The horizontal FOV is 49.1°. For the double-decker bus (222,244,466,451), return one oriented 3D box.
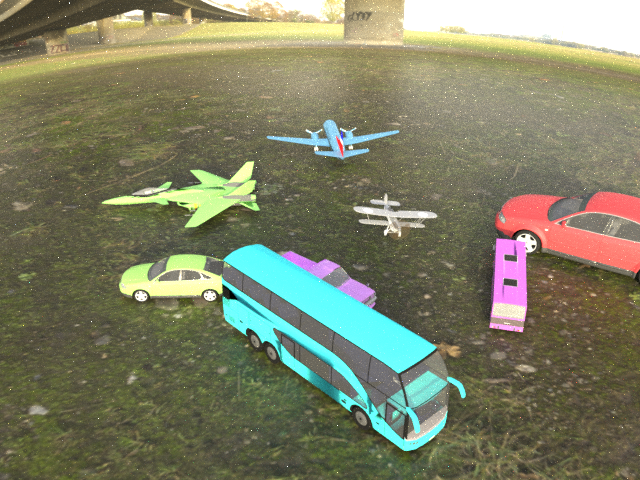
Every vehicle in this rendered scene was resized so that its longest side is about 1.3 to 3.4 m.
[{"bbox_3d":[0.088,1.119,7.865,0.756,1.052,3.251,-25,38,-36],"label":"double-decker bus"}]

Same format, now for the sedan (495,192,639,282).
[{"bbox_3d":[4.148,-0.171,10.265,3.137,0.940,1.235,18,34,29],"label":"sedan"}]

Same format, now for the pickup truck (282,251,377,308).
[{"bbox_3d":[-0.022,0.559,9.407,1.603,0.511,0.640,23,37,35],"label":"pickup truck"}]

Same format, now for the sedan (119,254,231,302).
[{"bbox_3d":[-1.930,0.486,9.565,1.613,0.483,0.635,-1,29,-1],"label":"sedan"}]

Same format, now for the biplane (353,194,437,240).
[{"bbox_3d":[1.153,-0.388,11.092,1.336,0.504,1.090,-4,30,-7],"label":"biplane"}]

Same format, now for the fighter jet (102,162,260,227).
[{"bbox_3d":[-2.372,-0.855,11.866,2.640,0.557,2.229,-3,30,-6],"label":"fighter jet"}]

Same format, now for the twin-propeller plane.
[{"bbox_3d":[0.296,-2.068,13.776,2.663,0.792,2.129,-3,30,-6],"label":"twin-propeller plane"}]

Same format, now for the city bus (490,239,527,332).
[{"bbox_3d":[2.530,0.592,9.401,0.476,0.460,1.674,7,30,12],"label":"city bus"}]
